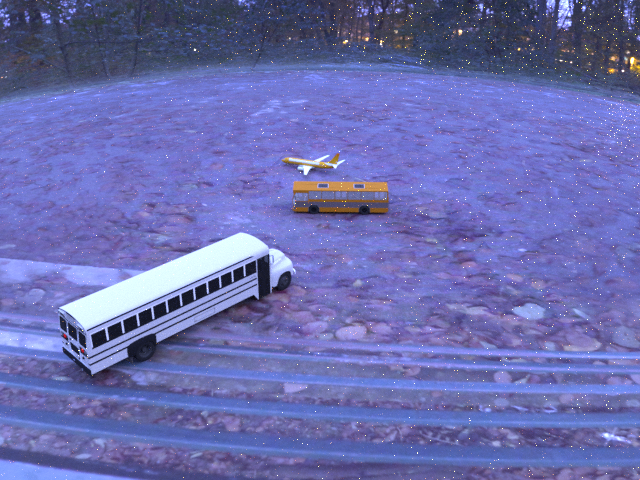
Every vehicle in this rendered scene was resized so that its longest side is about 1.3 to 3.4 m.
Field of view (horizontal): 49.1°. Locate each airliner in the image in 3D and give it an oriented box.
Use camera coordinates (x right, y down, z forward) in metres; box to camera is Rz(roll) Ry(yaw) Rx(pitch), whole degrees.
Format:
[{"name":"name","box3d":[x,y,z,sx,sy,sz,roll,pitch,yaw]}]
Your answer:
[{"name":"airliner","box3d":[-0.189,-1.621,14.047,1.307,0.429,1.161,11,29,21]}]

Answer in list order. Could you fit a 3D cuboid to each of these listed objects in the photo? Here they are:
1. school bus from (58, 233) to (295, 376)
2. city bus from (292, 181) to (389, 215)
[{"name":"school bus","box3d":[-1.691,0.684,9.132,0.709,0.844,3.322,24,36,39]},{"name":"city bus","box3d":[0.360,-0.739,12.306,1.674,0.460,0.476,1,27,1]}]
